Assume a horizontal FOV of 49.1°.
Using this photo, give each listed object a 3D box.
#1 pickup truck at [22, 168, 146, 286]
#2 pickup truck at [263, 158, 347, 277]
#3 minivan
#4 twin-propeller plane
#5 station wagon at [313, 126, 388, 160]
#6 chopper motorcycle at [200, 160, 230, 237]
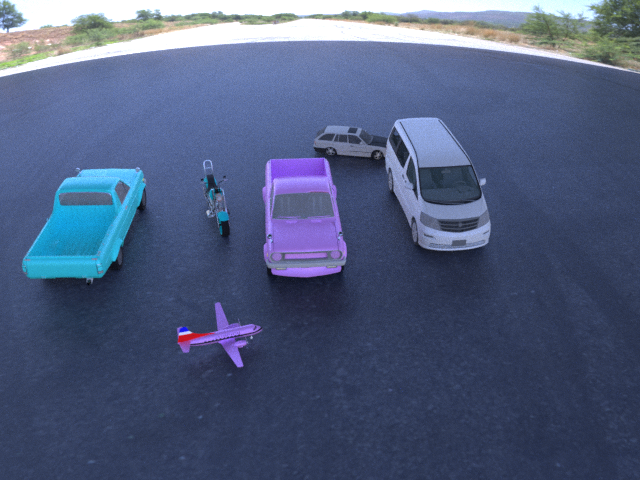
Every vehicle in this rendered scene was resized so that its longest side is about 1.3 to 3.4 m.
[{"bbox_3d":[-3.576,-0.394,10.917,1.244,0.993,3.117,-1,31,-1],"label":"pickup truck"},{"bbox_3d":[-0.297,-0.545,11.166,1.244,0.993,3.117,-2,31,-3],"label":"pickup truck"},{"bbox_3d":[1.920,-0.993,11.710,1.324,1.197,3.011,-4,31,-6],"label":"minivan"},{"bbox_3d":[-1.260,1.177,8.890,1.095,0.407,1.370,-10,33,-16],"label":"twin-propeller plane"},{"bbox_3d":[0.686,-1.980,14.037,1.597,0.473,0.682,6,32,10],"label":"station wagon"},{"bbox_3d":[-1.730,-0.705,11.656,0.466,0.761,1.563,-9,32,-15],"label":"chopper motorcycle"}]
